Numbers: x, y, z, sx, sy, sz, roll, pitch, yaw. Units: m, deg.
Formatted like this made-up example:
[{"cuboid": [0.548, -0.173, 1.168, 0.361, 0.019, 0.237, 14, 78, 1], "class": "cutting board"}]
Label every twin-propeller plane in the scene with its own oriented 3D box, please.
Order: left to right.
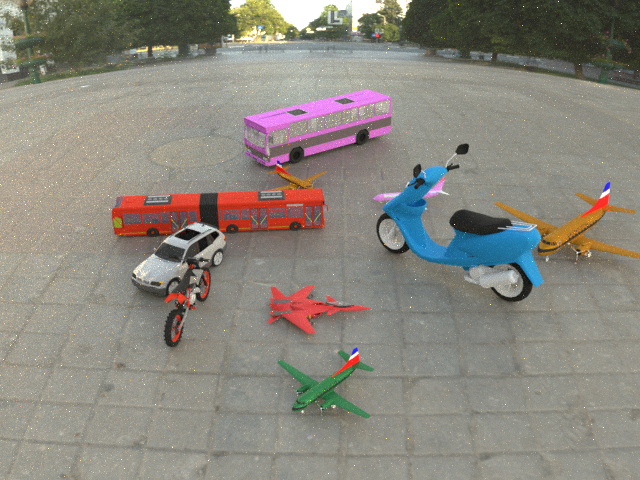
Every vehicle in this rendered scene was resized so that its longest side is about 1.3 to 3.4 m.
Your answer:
[{"cuboid": [-0.471, -1.132, 12.779, 1.370, 0.407, 1.095, -22, 35, -35], "class": "twin-propeller plane"}, {"cuboid": [0.083, 1.564, 7.750, 1.370, 0.407, 1.095, 24, 36, 37], "class": "twin-propeller plane"}, {"cuboid": [3.947, -0.277, 10.778, 2.129, 0.792, 2.663, -25, 37, -38], "class": "twin-propeller plane"}]

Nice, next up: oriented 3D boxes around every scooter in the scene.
[{"cuboid": [1.879, -0.274, 9.719, 2.721, 1.786, 1.288, 24, 36, 37], "class": "scooter"}]

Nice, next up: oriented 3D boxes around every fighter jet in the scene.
[{"cuboid": [-0.002, 0.840, 9.228, 1.358, 0.286, 1.147, 0, 28, -1], "class": "fighter jet"}]

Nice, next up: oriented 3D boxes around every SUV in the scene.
[{"cuboid": [-2.001, 0.236, 10.044, 0.656, 0.580, 1.572, 16, 32, 28], "class": "SUV"}]

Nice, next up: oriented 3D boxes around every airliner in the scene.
[{"cuboid": [1.568, -0.863, 12.253, 1.307, 0.429, 1.161, -4, 28, -7], "class": "airliner"}]

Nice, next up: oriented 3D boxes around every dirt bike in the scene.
[{"cuboid": [-1.692, 0.671, 8.941, 0.527, 0.857, 1.493, 6, 29, 10], "class": "dirt bike"}]

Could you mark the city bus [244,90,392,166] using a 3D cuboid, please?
[{"cuboid": [0.012, -2.324, 14.488, 3.255, 0.894, 0.926, -20, 34, -32], "class": "city bus"}]

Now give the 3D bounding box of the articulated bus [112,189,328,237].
[{"cuboid": [-1.589, -0.449, 11.343, 3.401, 0.561, 0.605, -3, 28, -5], "class": "articulated bus"}]
